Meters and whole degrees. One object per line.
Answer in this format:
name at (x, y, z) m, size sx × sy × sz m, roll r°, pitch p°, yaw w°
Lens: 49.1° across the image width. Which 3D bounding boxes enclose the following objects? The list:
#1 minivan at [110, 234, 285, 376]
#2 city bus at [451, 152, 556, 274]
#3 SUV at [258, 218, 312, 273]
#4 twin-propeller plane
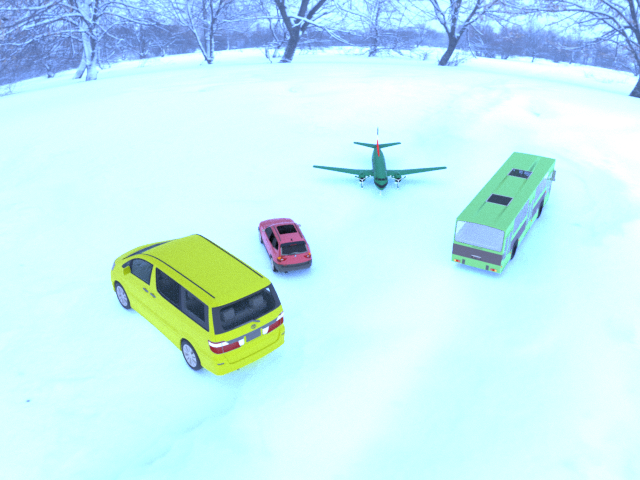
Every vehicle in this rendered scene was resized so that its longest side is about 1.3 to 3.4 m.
minivan at (-1.779, 0.640, 9.521) m, size 1.324 × 1.197 × 3.011 m, roll -23°, pitch 36°, yaw -35°
city bus at (3.200, -0.518, 11.964) m, size 0.926 × 0.894 × 3.255 m, roll 15°, pitch 32°, yaw 25°
SUV at (-0.578, -0.015, 11.368) m, size 0.656 × 0.580 × 1.572 m, roll -8°, pitch 30°, yaw -14°
twin-propeller plane at (1.189, -1.592, 14.044) m, size 2.663 × 0.792 × 2.129 m, roll 1°, pitch 29°, yaw 1°
